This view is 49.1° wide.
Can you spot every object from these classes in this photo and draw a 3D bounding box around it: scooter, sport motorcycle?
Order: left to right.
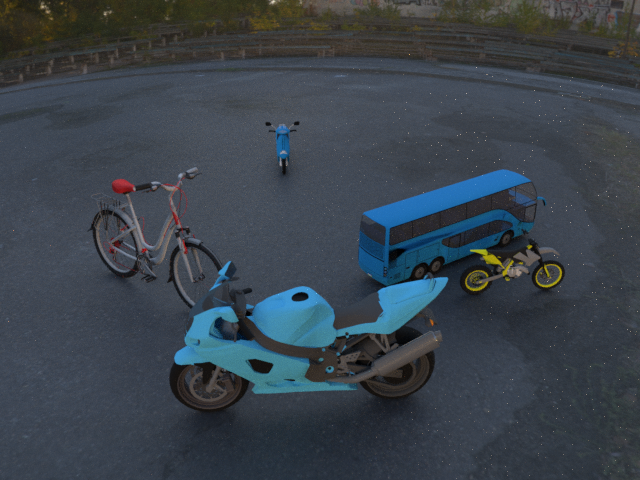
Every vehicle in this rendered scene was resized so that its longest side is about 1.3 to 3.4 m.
[{"bbox_3d":[-0.732,-1.945,13.800,0.662,0.919,1.399,-2,28,-3],"label":"scooter"},{"bbox_3d":[-0.139,1.098,7.447,2.955,1.596,0.983,-3,29,-6],"label":"sport motorcycle"}]

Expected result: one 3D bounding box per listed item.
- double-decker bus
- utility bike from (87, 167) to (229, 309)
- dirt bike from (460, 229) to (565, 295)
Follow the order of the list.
[{"bbox_3d":[2.027,-0.255,10.528,3.251,1.052,0.756,-18,33,-30],"label":"double-decker bus"},{"bbox_3d":[-2.214,-0.129,9.465,2.791,1.839,1.039,19,34,32],"label":"utility bike"},{"bbox_3d":[2.669,0.346,9.618,1.493,0.857,0.527,-3,28,-5],"label":"dirt bike"}]
